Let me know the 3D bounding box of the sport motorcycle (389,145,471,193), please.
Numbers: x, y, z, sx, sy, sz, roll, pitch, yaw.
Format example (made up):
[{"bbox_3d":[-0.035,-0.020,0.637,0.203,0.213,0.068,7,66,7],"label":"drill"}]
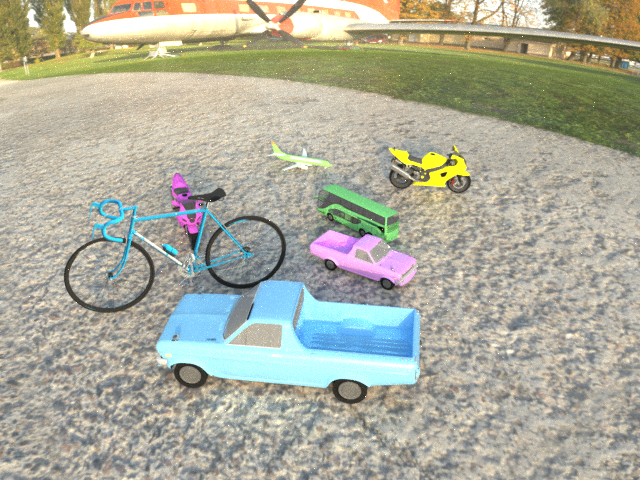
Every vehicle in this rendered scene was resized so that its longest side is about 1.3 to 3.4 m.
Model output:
[{"bbox_3d":[1.994,-1.279,12.737,1.520,0.821,0.506,5,30,10],"label":"sport motorcycle"}]

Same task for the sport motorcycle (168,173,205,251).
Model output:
[{"bbox_3d":[-2.159,-0.465,11.291,0.506,0.821,1.520,-10,31,-17],"label":"sport motorcycle"}]

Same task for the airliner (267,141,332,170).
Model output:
[{"bbox_3d":[-0.376,-1.671,13.831,1.307,0.429,1.161,10,31,17],"label":"airliner"}]

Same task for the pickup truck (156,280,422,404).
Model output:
[{"bbox_3d":[-0.344,1.104,8.330,3.117,0.993,1.244,4,30,7],"label":"pickup truck"}]

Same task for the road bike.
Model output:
[{"bbox_3d":[-1.905,0.112,9.416,3.004,1.656,0.697,-9,31,-16],"label":"road bike"}]

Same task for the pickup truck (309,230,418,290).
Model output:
[{"bbox_3d":[0.637,0.217,10.397,1.603,0.511,0.640,18,34,29],"label":"pickup truck"}]

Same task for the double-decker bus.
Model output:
[{"bbox_3d":[0.590,-0.458,11.563,0.389,0.541,1.672,-24,38,-36],"label":"double-decker bus"}]
